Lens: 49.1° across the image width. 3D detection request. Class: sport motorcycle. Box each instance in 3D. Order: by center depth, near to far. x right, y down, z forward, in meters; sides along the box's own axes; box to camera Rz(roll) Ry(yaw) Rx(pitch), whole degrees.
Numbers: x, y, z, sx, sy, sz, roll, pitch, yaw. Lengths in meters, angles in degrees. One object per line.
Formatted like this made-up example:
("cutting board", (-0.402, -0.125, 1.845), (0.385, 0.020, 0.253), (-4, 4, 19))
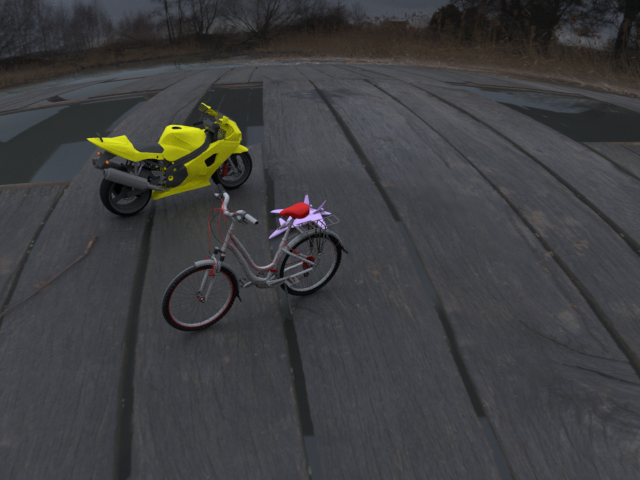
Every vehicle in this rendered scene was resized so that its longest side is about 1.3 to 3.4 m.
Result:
("sport motorcycle", (-2.534, -1.405, 12.376), (2.955, 1.596, 0.983), (-17, 33, -29))

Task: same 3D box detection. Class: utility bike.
("utility bike", (-0.735, 0.216, 9.128), (2.791, 1.839, 1.039), (-16, 32, -28))

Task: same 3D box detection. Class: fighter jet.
("fighter jet", (-0.435, -0.367, 11.835), (1.147, 0.286, 1.358), (19, 34, 31))
